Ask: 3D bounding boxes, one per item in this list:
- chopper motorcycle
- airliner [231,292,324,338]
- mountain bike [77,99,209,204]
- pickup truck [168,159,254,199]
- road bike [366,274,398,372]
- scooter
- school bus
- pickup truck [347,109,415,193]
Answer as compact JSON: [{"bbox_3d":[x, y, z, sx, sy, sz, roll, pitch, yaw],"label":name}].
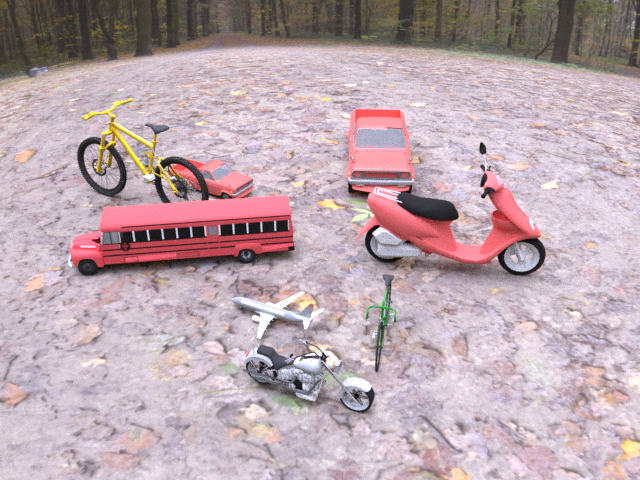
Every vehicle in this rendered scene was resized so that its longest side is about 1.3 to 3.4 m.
[{"bbox_3d":[-0.141,1.456,7.866,1.563,0.761,0.466,11,32,18],"label":"chopper motorcycle"},{"bbox_3d":[-0.633,0.858,9.241,1.307,0.429,1.161,15,33,24],"label":"airliner"},{"bbox_3d":[-3.066,-1.340,11.810,2.857,1.688,1.114,15,33,25],"label":"mountain bike"},{"bbox_3d":[-1.981,-1.153,12.667,1.603,0.511,0.640,17,34,27],"label":"pickup truck"},{"bbox_3d":[0.797,0.933,8.686,0.358,0.852,1.545,6,30,10],"label":"road bike"},{"bbox_3d":[1.909,-0.367,10.014,2.721,1.786,1.288,5,30,9],"label":"scooter"},{"bbox_3d":[-2.069,-0.100,10.496,3.322,0.844,0.709,-4,30,-8],"label":"school bus"},{"bbox_3d":[1.135,-1.869,13.432,1.244,0.993,3.117,1,30,2],"label":"pickup truck"}]
